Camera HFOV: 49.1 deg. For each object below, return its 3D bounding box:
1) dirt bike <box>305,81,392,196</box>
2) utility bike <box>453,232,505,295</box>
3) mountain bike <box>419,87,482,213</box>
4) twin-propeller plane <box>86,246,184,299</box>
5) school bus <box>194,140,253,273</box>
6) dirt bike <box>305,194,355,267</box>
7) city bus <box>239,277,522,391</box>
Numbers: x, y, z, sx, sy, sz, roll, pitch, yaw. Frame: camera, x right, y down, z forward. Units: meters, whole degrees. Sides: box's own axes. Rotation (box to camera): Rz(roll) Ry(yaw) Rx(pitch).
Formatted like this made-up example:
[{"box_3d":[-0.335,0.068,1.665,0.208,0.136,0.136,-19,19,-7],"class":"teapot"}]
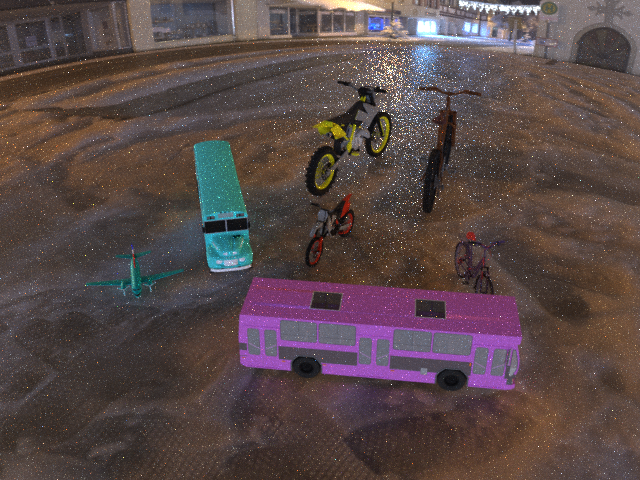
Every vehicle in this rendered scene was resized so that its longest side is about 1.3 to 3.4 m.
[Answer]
[{"box_3d":[0.589,-1.976,12.917,1.024,1.666,2.903,19,36,29],"class":"dirt bike"},{"box_3d":[2.206,0.312,9.800,0.535,0.946,1.435,-5,31,-9],"class":"utility bike"},{"box_3d":[2.152,-1.685,12.412,1.114,1.688,2.857,9,32,15],"class":"mountain bike"},{"box_3d":[-2.663,0.455,10.084,1.370,0.407,1.095,-8,32,-13],"class":"twin-propeller plane"},{"box_3d":[-1.622,-0.613,11.442,0.709,0.844,3.322,-6,31,-10],"class":"school bus"},{"box_3d":[0.177,-0.207,10.752,0.527,0.857,1.493,16,35,25],"class":"dirt bike"},{"box_3d":[0.697,1.146,8.457,3.255,0.894,0.926,4,31,6],"class":"city bus"}]
